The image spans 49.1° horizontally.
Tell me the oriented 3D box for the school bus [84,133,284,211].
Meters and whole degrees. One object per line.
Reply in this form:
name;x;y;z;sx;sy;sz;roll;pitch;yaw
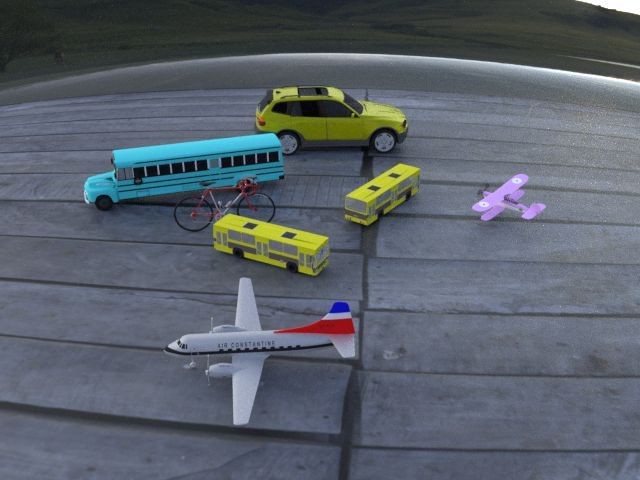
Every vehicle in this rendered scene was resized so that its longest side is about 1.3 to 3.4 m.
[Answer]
school bus;-2.292;-1.186;11.846;3.322;0.844;0.709;-9;29;-16

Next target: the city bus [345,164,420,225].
city bus;1.046;-0.742;11.425;0.476;0.460;1.674;19;34;31

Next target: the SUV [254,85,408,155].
SUV;0.219;-2.425;13.855;3.058;1.128;1.276;-2;28;-3

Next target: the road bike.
road bike;-1.450;-0.538;10.631;1.545;0.852;0.358;-4;28;-8

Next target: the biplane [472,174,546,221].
biplane;2.985;-0.575;11.068;1.336;0.504;1.090;-24;36;-37

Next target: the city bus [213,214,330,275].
city bus;-0.701;0.071;9.911;1.674;0.460;0.476;14;31;24

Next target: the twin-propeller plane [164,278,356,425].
twin-propeller plane;-0.663;1.053;7.731;2.129;0.792;2.663;-2;28;-4
